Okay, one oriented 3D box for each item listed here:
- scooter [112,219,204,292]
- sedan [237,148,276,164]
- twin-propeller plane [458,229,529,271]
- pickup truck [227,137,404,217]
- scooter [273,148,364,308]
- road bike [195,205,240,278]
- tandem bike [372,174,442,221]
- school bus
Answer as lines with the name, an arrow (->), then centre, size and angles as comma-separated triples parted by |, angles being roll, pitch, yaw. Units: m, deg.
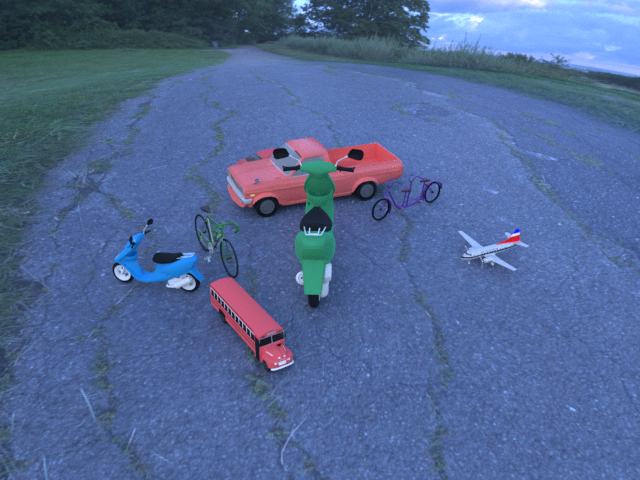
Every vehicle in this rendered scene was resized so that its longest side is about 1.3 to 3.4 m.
scooter -> -2.300, 0.260, 9.768 | 1.399, 0.919, 0.662 | 7, 29, 13
sedan -> -0.819, -1.511, 13.582 | 1.613, 0.483, 0.635 | -12, 30, -22
twin-propeller plane -> 2.602, 0.100, 10.617 | 1.095, 0.407, 1.370 | -12, 30, -22
pickup truck -> -0.089, -1.262, 12.566 | 3.117, 0.993, 1.244 | -11, 30, -19
scooter -> -0.037, -0.347, 9.987 | 1.288, 1.786, 2.721 | 1, 28, 2
road bike -> -1.561, -0.035, 10.398 | 0.358, 0.852, 1.545 | -16, 32, -28
tandem bike -> 1.524, -0.808, 12.041 | 1.642, 0.682, 0.283 | -19, 33, -32
school bus -> -0.877, 1.040, 8.811 | 0.365, 0.434, 1.708 | -16, 32, -28
